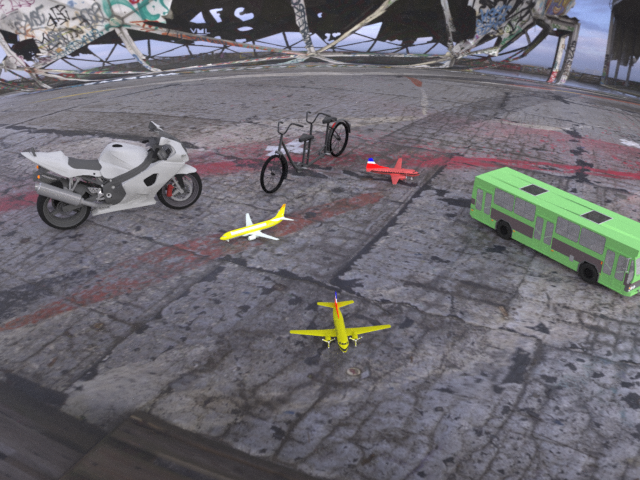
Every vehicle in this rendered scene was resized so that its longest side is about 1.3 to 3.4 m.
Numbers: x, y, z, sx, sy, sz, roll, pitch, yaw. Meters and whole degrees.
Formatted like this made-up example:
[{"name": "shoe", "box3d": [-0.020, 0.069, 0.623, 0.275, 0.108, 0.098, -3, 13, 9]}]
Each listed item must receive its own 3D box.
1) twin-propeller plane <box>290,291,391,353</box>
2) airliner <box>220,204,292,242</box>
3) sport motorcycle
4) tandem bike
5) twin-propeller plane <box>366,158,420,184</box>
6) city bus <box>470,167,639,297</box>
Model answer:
[{"name": "twin-propeller plane", "box3d": [0.267, 1.124, 9.493, 1.370, 0.407, 1.095, -3, 29, -5]}, {"name": "airliner", "box3d": [-1.135, -0.289, 12.075, 1.307, 0.429, 1.161, -17, 33, -28]}, {"name": "sport motorcycle", "box3d": [-3.555, -1.094, 12.336, 2.955, 1.596, 0.983, -11, 31, -20]}, {"name": "tandem bike", "box3d": [-0.226, -1.983, 14.260, 0.550, 1.326, 3.192, 18, 33, 29]}, {"name": "twin-propeller plane", "box3d": [1.480, -1.442, 14.226, 1.095, 0.407, 1.370, 5, 29, 9]}, {"name": "city bus", "box3d": [3.916, -0.196, 11.416, 0.926, 0.894, 3.255, -18, 33, -30]}]
